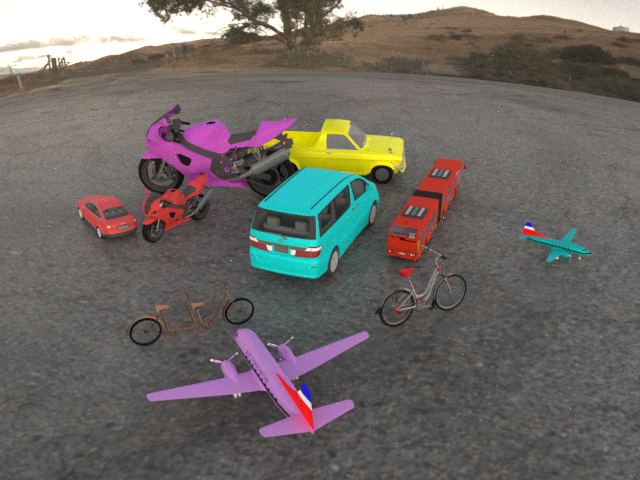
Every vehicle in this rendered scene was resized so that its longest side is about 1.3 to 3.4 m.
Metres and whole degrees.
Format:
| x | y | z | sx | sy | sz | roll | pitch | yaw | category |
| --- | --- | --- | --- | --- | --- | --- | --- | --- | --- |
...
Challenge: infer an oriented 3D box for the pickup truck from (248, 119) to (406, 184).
| x | y | z | sx | sy | sz | roll | pitch | yaw | category |
| --- | --- | --- | --- | --- | --- | --- | --- | --- | --- |
| 0.169 | -1.844 | 13.972 | 3.117 | 0.993 | 1.244 | 3 | 27 | 7 | pickup truck |

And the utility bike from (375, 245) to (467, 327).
| x | y | z | sx | sy | sz | roll | pitch | yaw | category |
| --- | --- | --- | --- | --- | --- | --- | --- | --- | --- |
| 1.318 | 0.590 | 9.142 | 1.435 | 0.946 | 0.535 | -13 | 29 | -24 | utility bike |

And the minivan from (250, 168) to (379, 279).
| x | y | z | sx | sy | sz | roll | pitch | yaw | category |
| --- | --- | --- | --- | --- | --- | --- | --- | --- | --- |
| 0.012 | -0.472 | 10.992 | 1.324 | 1.197 | 3.011 | 10 | 28 | 20 | minivan |

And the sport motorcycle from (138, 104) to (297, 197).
| x | y | z | sx | sy | sz | roll | pitch | yaw | category |
| --- | --- | --- | --- | --- | --- | --- | --- | --- | --- |
| -1.882 | -1.551 | 12.709 | 2.955 | 1.596 | 0.983 | 2 | 27 | 3 | sport motorcycle |

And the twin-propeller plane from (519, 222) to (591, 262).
| x | y | z | sx | sy | sz | roll | pitch | yaw | category |
| --- | --- | --- | --- | --- | --- | --- | --- | --- | --- |
| 3.674 | 0.020 | 10.890 | 1.095 | 0.407 | 1.370 | 17 | 31 | 30 | twin-propeller plane |

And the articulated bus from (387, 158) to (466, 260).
| x | y | z | sx | sy | sz | roll | pitch | yaw | category |
| --- | --- | --- | --- | --- | --- | --- | --- | --- | --- |
| 1.867 | -0.616 | 11.994 | 0.605 | 0.561 | 3.401 | 10 | 28 | 19 | articulated bus |

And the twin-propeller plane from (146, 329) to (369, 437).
| x | y | z | sx | sy | sz | roll | pitch | yaw | category |
| --- | --- | --- | --- | --- | --- | --- | --- | --- | --- |
| -0.531 | 1.409 | 7.672 | 2.663 | 0.792 | 2.129 | -13 | 29 | -24 | twin-propeller plane |

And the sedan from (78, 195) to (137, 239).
| x | y | z | sx | sy | sz | roll | pitch | yaw | category |
| --- | --- | --- | --- | --- | --- | --- | --- | --- | --- |
| -3.618 | -0.483 | 11.814 | 0.635 | 0.483 | 1.613 | -18 | 32 | -32 | sedan |

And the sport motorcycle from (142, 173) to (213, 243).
| x | y | z | sx | sy | sz | roll | pitch | yaw | category |
| --- | --- | --- | --- | --- | --- | --- | --- | --- | --- |
| -2.371 | -0.541 | 11.552 | 0.506 | 0.821 | 1.520 | 17 | 31 | 30 | sport motorcycle |

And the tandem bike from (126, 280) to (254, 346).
| x | y | z | sx | sy | sz | roll | pitch | yaw | category |
| --- | --- | --- | --- | --- | --- | --- | --- | --- | --- |
| -1.616 | 0.909 | 8.799 | 1.642 | 0.682 | 0.283 | -11 | 28 | -20 | tandem bike |
